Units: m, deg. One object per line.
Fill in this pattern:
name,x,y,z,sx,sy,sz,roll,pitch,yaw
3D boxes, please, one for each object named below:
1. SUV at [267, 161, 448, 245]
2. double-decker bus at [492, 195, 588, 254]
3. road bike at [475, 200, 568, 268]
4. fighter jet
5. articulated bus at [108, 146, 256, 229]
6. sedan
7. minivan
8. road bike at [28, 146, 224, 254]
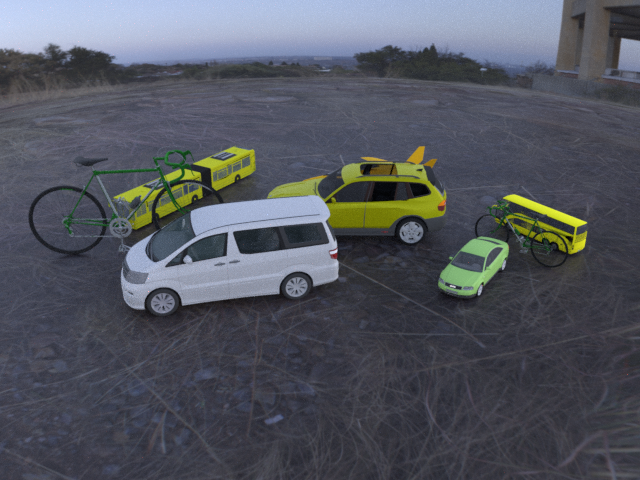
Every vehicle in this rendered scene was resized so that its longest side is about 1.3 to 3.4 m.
SUV,0.594,-0.675,11.640,3.058,1.128,1.276,1,26,1
double-decker bus,3.586,-0.291,11.520,0.389,0.541,1.672,-17,31,-32
road bike,3.093,-0.109,10.786,1.545,0.852,0.358,20,32,35
fighter jet,0.937,-1.386,13.771,2.640,0.557,2.229,-4,26,-9
articulated bus,-2.422,-1.045,13.059,0.605,0.561,3.401,15,30,29
sedan,2.272,0.339,10.281,0.635,0.483,1.613,16,30,30
minivan,-1.276,0.156,9.839,3.011,1.197,1.324,-6,26,-12
road bike,-2.981,-0.578,10.833,3.004,1.656,0.697,-4,26,-7
